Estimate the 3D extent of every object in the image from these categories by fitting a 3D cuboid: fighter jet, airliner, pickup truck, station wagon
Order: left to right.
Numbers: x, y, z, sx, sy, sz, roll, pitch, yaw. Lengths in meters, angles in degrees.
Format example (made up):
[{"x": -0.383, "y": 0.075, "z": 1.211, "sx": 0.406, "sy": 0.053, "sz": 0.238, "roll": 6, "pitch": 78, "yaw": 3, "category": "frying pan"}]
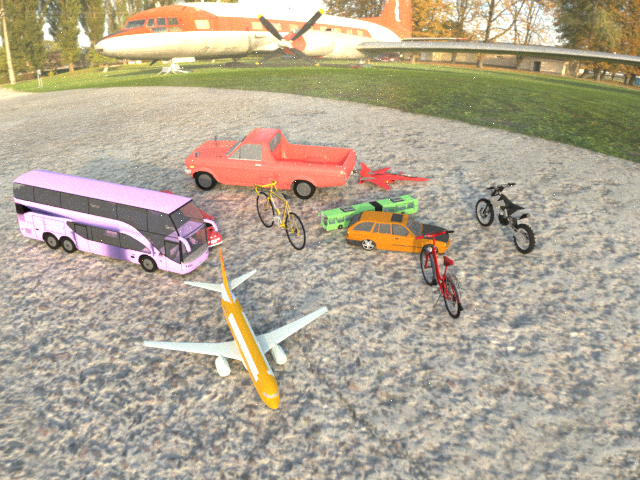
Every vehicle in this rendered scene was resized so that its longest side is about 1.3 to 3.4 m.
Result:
[{"x": -0.880, "y": 0.983, "z": 8.144, "sx": 2.257, "sy": 0.835, "sz": 2.541, "roll": -9, "pitch": 28, "yaw": -18, "category": "airliner"}, {"x": -0.911, "y": -1.490, "z": 12.944, "sx": 3.117, "sy": 0.993, "sz": 1.244, "roll": 6, "pitch": 27, "yaw": 11, "category": "pickup truck"}, {"x": 1.408, "y": -1.234, "z": 13.221, "sx": 1.358, "sy": 0.286, "sz": 1.147, "roll": 2, "pitch": 27, "yaw": 5, "category": "fighter jet"}, {"x": 1.213, "y": -0.129, "z": 10.789, "sx": 1.597, "sy": 0.473, "sz": 0.682, "roll": 6, "pitch": 27, "yaw": 11, "category": "station wagon"}]

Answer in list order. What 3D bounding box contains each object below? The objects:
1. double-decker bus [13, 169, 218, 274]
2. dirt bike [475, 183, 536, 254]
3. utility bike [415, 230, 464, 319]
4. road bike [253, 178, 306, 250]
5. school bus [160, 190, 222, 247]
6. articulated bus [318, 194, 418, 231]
[{"x": -3.111, "y": -0.282, "z": 10.447, "sx": 3.251, "sy": 1.052, "sz": 0.756, "roll": 11, "pitch": 29, "yaw": 21, "category": "double-decker bus"}, {"x": 2.876, "y": -0.404, "z": 10.910, "sx": 0.527, "sy": 0.857, "sz": 1.493, "roll": -11, "pitch": 28, "yaw": -20, "category": "dirt bike"}, {"x": 1.541, "y": 0.396, "z": 9.201, "sx": 0.535, "sy": 0.946, "sz": 1.435, "roll": -6, "pitch": 27, "yaw": -12, "category": "utility bike"}, {"x": -0.631, "y": -0.423, "z": 10.954, "sx": 0.358, "sy": 0.852, "sz": 1.545, "roll": -16, "pitch": 31, "yaw": -29, "category": "road bike"}, {"x": -2.142, "y": -0.335, "z": 11.246, "sx": 0.365, "sy": 0.434, "sz": 1.708, "roll": -20, "pitch": 33, "yaw": -34, "category": "school bus"}, {"x": 0.829, "y": -0.464, "z": 11.669, "sx": 1.749, "sy": 0.289, "sz": 0.311, "roll": -12, "pitch": 29, "yaw": -22, "category": "articulated bus"}]
